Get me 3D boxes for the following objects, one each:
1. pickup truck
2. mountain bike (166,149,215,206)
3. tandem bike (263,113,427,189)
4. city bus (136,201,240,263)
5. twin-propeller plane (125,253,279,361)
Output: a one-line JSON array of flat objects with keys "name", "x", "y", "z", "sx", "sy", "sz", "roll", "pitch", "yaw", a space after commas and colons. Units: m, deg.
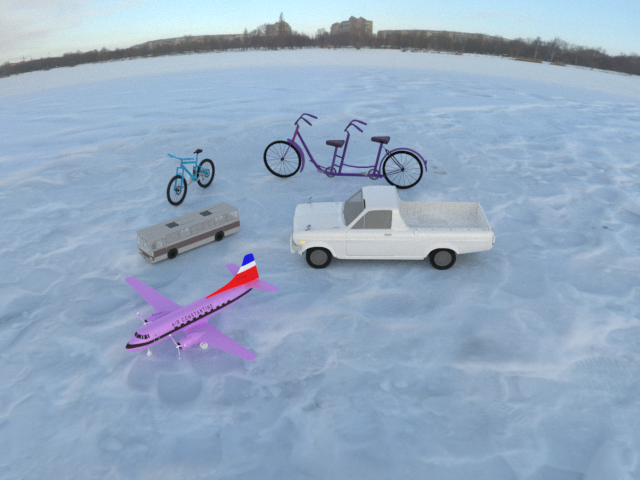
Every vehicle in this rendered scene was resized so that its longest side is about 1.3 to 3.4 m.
[{"name": "pickup truck", "x": 1.082, "y": -0.257, "z": 10.866, "sx": 3.117, "sy": 0.993, "sz": 1.244, "roll": 0, "pitch": 27, "yaw": 1}, {"name": "mountain bike", "x": -2.369, "y": -1.217, "z": 12.855, "sx": 0.573, "sy": 0.868, "sz": 1.469, "roll": 12, "pitch": 30, "yaw": 23}, {"name": "tandem bike", "x": 0.444, "y": -1.679, "z": 13.252, "sx": 3.192, "sy": 1.326, "sz": 0.550, "roll": 6, "pitch": 28, "yaw": 12}, {"name": "city bus", "x": -2.077, "y": -0.124, "z": 11.189, "sx": 1.674, "sy": 0.460, "sz": 0.476, "roll": -23, "pitch": 35, "yaw": -37}, {"name": "twin-propeller plane", "x": -1.582, "y": 0.832, "z": 8.982, "sx": 2.663, "sy": 0.792, "sz": 2.129, "roll": 24, "pitch": 36, "yaw": 38}]
